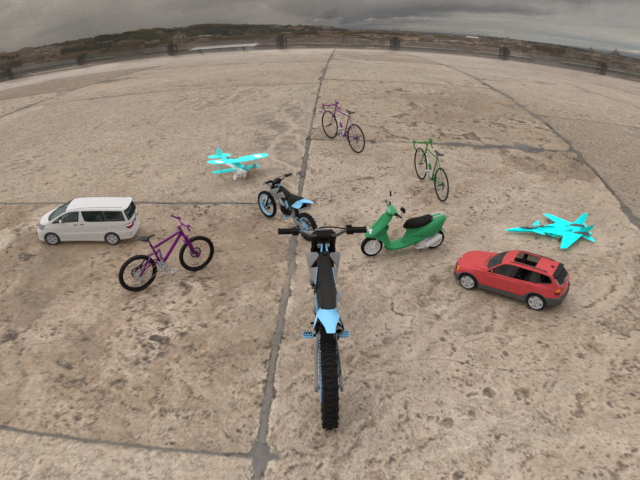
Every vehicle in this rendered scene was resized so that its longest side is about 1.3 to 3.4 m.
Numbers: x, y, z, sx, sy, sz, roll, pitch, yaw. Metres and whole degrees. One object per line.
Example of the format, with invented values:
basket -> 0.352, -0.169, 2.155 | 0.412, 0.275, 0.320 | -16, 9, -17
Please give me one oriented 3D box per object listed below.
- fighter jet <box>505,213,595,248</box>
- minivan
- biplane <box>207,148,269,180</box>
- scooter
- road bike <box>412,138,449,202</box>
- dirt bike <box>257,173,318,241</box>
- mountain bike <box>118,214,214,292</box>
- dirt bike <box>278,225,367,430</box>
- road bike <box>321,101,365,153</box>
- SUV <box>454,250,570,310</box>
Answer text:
fighter jet -> 3.659, -0.220, 11.218 | 1.358, 0.286, 1.147 | 1, 30, 2
minivan -> -3.681, -0.329, 11.078 | 1.548, 0.616, 0.681 | 0, 30, 0
biplane -> -1.616, -1.447, 13.151 | 1.336, 0.504, 1.090 | -24, 38, -36
scooter -> 1.295, -0.220, 10.580 | 1.399, 0.919, 0.662 | -7, 30, -12
road bike -> 1.993, -1.299, 12.541 | 0.358, 0.852, 1.545 | -8, 31, -13
dirt bike -> -0.549, -0.567, 11.252 | 0.527, 0.857, 1.493 | -24, 37, -35
mountain bike -> -2.164, 0.197, 9.900 | 1.469, 0.868, 0.573 | -20, 35, -31
dirt bike -> 0.042, 0.737, 8.147 | 1.024, 1.666, 2.903 | -1, 30, -2
road bike -> 0.467, -2.350, 14.385 | 0.358, 0.852, 1.545 | -18, 34, -28
SUV -> 2.664, 0.452, 9.744 | 1.572, 0.580, 0.656 | 17, 34, 27
